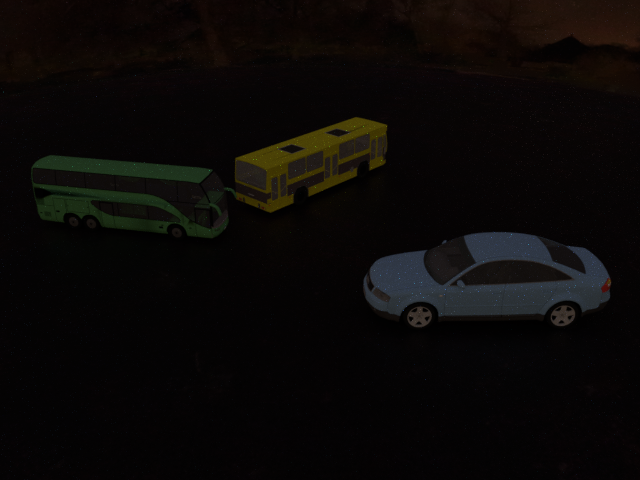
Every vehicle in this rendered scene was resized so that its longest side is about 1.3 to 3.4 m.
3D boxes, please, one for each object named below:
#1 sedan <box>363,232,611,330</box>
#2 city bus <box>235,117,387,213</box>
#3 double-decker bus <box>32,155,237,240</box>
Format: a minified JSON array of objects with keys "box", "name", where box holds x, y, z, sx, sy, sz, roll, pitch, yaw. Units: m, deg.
[{"box":[2.138,0.454,9.090,3.137,0.940,1.235,-1,27,-1],"name":"sedan"},{"box":[-0.070,-1.399,12.823,0.926,0.894,3.255,22,34,37],"name":"city bus"},{"box":[-2.995,-0.687,11.233,3.251,1.052,0.756,6,27,12],"name":"double-decker bus"}]
